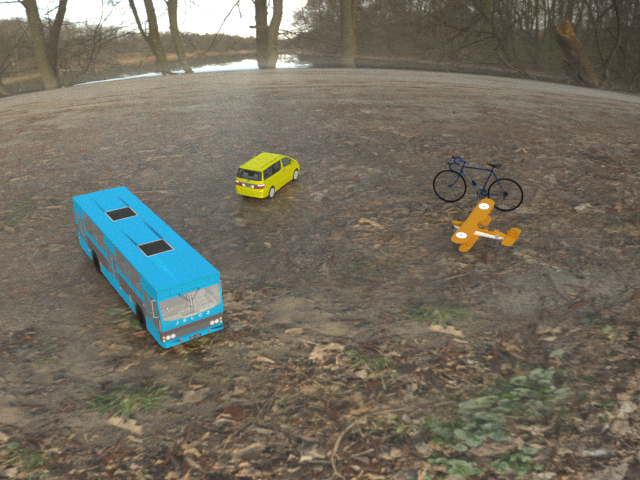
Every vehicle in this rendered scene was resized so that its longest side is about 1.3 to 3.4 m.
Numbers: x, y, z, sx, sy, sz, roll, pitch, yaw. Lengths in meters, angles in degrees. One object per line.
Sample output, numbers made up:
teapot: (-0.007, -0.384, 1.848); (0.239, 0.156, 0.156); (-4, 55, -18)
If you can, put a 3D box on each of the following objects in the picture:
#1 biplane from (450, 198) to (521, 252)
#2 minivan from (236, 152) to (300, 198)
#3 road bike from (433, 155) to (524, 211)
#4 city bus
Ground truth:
biplane: (2.463, -0.133, 10.595); (1.090, 0.504, 1.336); (16, 31, 29)
minivan: (-0.921, -1.245, 12.682); (0.681, 0.616, 1.548); (12, 29, 22)
road bike: (2.671, -0.957, 11.847); (1.545, 0.852, 0.358); (11, 29, 21)
city bus: (-2.385, 0.271, 9.359); (0.926, 0.894, 3.255); (-17, 31, -30)
